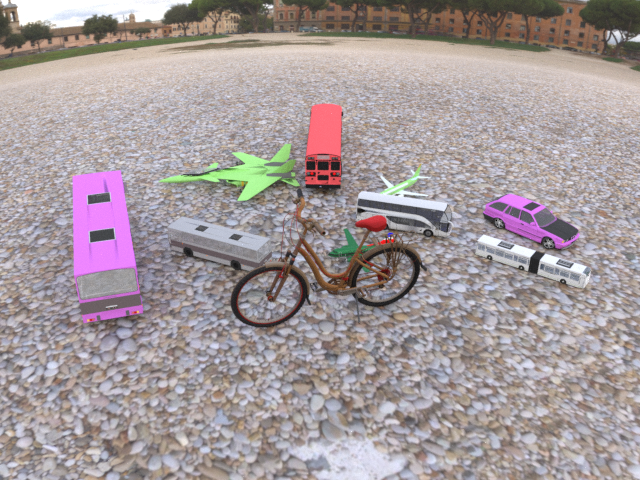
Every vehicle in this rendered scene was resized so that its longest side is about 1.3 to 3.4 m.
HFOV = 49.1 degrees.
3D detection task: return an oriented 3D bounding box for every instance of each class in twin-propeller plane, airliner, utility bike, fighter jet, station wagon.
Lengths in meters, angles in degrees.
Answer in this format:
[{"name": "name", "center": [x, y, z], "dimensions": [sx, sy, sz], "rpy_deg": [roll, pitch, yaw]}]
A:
[{"name": "twin-propeller plane", "center": [0.657, 0.111, 10.976], "dimensions": [1.095, 0.407, 1.370], "rpy_deg": [-6, 30, -11]}, {"name": "airliner", "center": [1.461, -1.049, 12.969], "dimensions": [1.307, 0.429, 1.161], "rpy_deg": [-25, 38, -36]}, {"name": "utility bike", "center": [0.200, 0.322, 9.173], "dimensions": [2.791, 1.839, 1.039], "rpy_deg": [-9, 31, -15]}, {"name": "fighter jet", "center": [-1.763, -1.357, 13.376], "dimensions": [2.640, 0.557, 2.229], "rpy_deg": [-4, 30, -8]}, {"name": "station wagon", "center": [3.536, -0.346, 11.703], "dimensions": [0.682, 0.473, 1.597], "rpy_deg": [-25, 38, -36]}]

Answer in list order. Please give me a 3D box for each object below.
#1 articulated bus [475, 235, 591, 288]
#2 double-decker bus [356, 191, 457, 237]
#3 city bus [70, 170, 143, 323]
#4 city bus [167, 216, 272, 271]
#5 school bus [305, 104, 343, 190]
[{"name": "articulated bus", "center": [3.230, 0.316, 10.738], "dimensions": [1.749, 0.289, 0.311], "rpy_deg": [20, 35, 30]}, {"name": "double-decker bus", "center": [1.438, -0.428, 11.778], "dimensions": [1.672, 0.541, 0.389], "rpy_deg": [9, 31, 16]}, {"name": "city bus", "center": [-3.267, 0.021, 10.644], "dimensions": [0.926, 0.894, 3.255], "rpy_deg": [-9, 31, -15]}, {"name": "city bus", "center": [-1.579, 0.084, 10.970], "dimensions": [1.674, 0.460, 0.476], "rpy_deg": [14, 33, 22]}, {"name": "school bus", "center": [0.109, -1.996, 14.199], "dimensions": [0.709, 0.844, 3.322], "rpy_deg": [1, 30, 2]}]
